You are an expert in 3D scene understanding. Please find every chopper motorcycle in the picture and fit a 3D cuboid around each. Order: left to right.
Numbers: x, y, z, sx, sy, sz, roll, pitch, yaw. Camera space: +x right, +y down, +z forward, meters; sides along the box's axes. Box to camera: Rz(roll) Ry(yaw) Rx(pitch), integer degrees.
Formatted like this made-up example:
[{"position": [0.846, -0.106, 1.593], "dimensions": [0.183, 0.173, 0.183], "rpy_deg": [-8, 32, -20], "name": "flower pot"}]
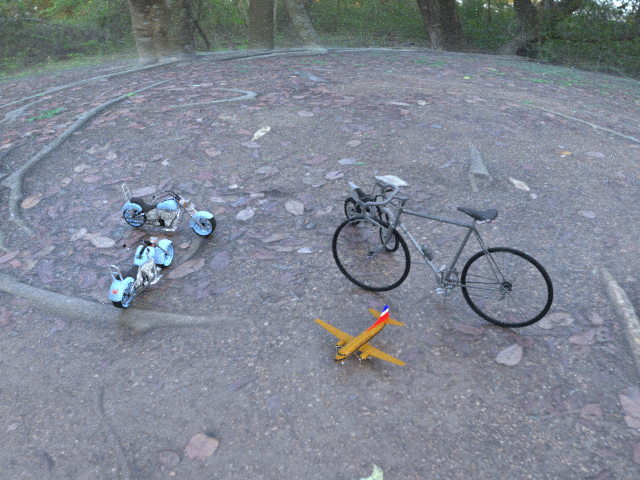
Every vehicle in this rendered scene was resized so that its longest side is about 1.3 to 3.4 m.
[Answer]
[{"position": [-2.450, 0.323, 9.707], "dimensions": [0.466, 0.761, 1.563], "rpy_deg": [8, 31, 14], "name": "chopper motorcycle"}, {"position": [-2.423, -0.473, 11.111], "dimensions": [1.563, 0.761, 0.466], "rpy_deg": [6, 30, 10], "name": "chopper motorcycle"}]

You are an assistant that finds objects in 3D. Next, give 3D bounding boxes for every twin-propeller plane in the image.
[{"position": [0.527, 1.170, 8.573], "dimensions": [1.370, 0.407, 1.095], "rpy_deg": [23, 37, 34], "name": "twin-propeller plane"}]

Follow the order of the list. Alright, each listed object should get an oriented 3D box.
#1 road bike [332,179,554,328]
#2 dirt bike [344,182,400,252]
[{"position": [1.510, 0.188, 9.039], "dimensions": [3.004, 1.656, 0.697], "rpy_deg": [14, 32, 23], "name": "road bike"}, {"position": [0.802, -0.424, 10.926], "dimensions": [0.527, 0.857, 1.493], "rpy_deg": [-16, 33, -26], "name": "dirt bike"}]
